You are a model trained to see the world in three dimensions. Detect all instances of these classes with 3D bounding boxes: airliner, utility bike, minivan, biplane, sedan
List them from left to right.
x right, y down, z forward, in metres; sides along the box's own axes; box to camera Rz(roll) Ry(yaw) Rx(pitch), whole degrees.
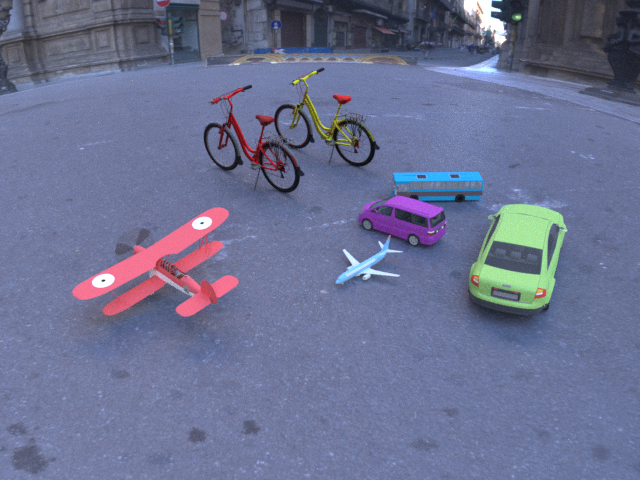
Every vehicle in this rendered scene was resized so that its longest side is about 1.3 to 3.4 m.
[{"bbox_3d":[-2.158,0.503,10.066,2.120,0.981,2.598,26,38,38],"label":"biplane"},{"bbox_3d":[-1.432,-1.941,13.602,2.791,1.839,1.039,23,36,35],"label":"utility bike"},{"bbox_3d":[0.030,-2.546,14.698,2.791,1.839,1.039,20,35,32],"label":"utility bike"},{"bbox_3d":[0.697,0.322,10.963,1.161,0.429,1.307,25,38,38],"label":"airliner"},{"bbox_3d":[1.398,-0.403,12.085,1.548,0.616,0.681,20,35,32],"label":"minivan"},{"bbox_3d":[3.129,0.084,10.867,1.235,0.940,3.137,11,31,19],"label":"sedan"}]

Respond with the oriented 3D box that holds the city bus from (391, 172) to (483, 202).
[{"bbox_3d":[2.221,-1.000,13.325,1.674,0.460,0.476,-1,29,-1],"label":"city bus"}]
